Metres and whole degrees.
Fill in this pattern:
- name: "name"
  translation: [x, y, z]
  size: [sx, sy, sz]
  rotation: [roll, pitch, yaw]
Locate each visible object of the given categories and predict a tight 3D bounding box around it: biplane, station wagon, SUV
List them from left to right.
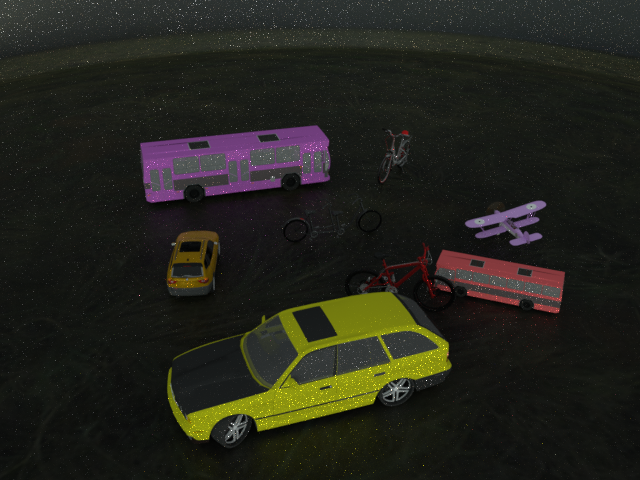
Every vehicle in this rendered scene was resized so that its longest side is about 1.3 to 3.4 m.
- name: "SUV"
  translation: [-1.794, 0.240, 9.966]
  size: [0.656, 0.580, 1.572]
  rotation: [-1, 29, -2]
- name: "station wagon"
  translation: [-0.129, 1.298, 7.746]
  size: [3.105, 0.920, 1.327]
  rotation: [-10, 31, -17]
- name: "biplane"
  translation: [2.937, -0.202, 10.826]
  size: [1.336, 0.504, 1.090]
  rotation: [-8, 30, -14]

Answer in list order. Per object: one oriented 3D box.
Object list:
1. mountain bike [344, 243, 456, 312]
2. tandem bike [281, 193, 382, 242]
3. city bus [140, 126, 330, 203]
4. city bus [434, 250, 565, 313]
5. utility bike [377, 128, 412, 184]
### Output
- name: "mountain bike"
  translation: [1.051, 0.528, 9.162]
  size: [1.469, 0.868, 0.573]
  rotation: [5, 30, 9]
- name: "tandem bike"
  translation: [0.190, -0.339, 10.889]
  size: [1.642, 0.682, 0.283]
  rotation: [-7, 30, -13]
- name: "city bus"
  translation: [-1.484, -1.331, 12.429]
  size: [3.255, 0.894, 0.926]
  rotation: [-8, 30, -14]
- name: "city bus"
  translation: [2.418, 0.571, 9.502]
  size: [1.674, 0.460, 0.476]
  rotation: [11, 31, 18]
- name: "utility bike"
  translation: [1.440, -1.623, 12.893]
  size: [0.535, 0.946, 1.435]
  rotation: [16, 33, 25]
